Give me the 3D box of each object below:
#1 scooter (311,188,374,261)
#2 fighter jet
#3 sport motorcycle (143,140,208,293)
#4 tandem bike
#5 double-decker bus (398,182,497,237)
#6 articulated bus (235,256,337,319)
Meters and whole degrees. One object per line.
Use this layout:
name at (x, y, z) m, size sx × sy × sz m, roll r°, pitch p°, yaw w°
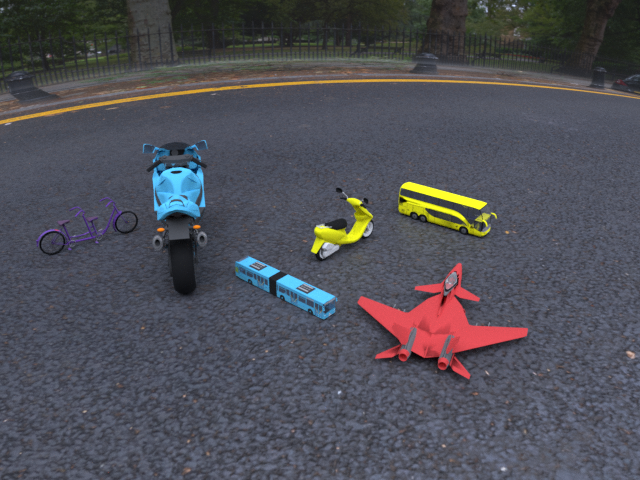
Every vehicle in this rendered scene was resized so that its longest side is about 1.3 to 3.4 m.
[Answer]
scooter at (0.385, -0.262, 10.885) m, size 0.662 × 0.919 × 1.399 m, roll 24°, pitch 37°, yaw 38°
fighter jet at (1.651, 0.780, 9.315) m, size 2.229 × 0.557 × 2.640 m, roll 10°, pitch 30°, yaw 18°
sport motorcycle at (-2.102, -0.453, 10.522) m, size 0.983 × 1.596 × 2.955 m, roll -5°, pitch 28°, yaw -9°
tandem bike at (-3.679, -0.241, 11.097) m, size 1.642 × 0.682 × 0.283 m, roll -19°, pitch 33°, yaw -31°
double-decker bus at (2.106, -0.511, 11.753) m, size 1.672 × 0.541 × 0.389 m, roll 19°, pitch 33°, yaw 31°
articulated bus at (-0.509, 0.650, 9.843) m, size 1.749 × 0.289 × 0.311 m, roll 22°, pitch 35°, yaw 35°
